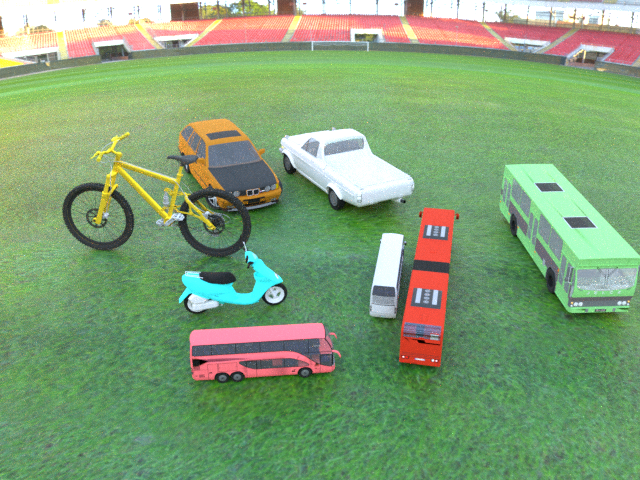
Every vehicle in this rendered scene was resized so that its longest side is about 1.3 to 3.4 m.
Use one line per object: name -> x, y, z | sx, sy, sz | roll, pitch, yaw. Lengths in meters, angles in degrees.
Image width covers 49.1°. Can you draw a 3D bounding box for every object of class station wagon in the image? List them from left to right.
station wagon -> -1.713, -1.474, 12.793 | 1.327, 0.920, 3.105 | -11, 29, -21

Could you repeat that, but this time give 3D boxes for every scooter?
scooter -> -1.113, 0.496, 8.956 | 1.399, 0.919, 0.662 | -6, 28, -11

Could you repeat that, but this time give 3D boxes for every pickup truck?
pickup truck -> 0.387, -1.399, 12.567 | 1.244, 0.993, 3.117 | -13, 30, -24

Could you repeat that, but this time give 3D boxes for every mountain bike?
mountain bike -> -2.415, -0.565, 10.181 | 2.857, 1.688, 1.114 | 3, 27, 6

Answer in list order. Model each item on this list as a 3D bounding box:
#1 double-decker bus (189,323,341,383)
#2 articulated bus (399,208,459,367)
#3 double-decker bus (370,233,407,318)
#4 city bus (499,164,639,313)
double-decker bus -> -0.616, 1.260, 7.881 | 1.672, 0.541, 0.389 | -3, 27, -5
articulated bus -> 1.488, 0.482, 9.375 | 0.605, 0.561, 3.401 | 5, 28, 11
double-decker bus -> 0.931, 0.432, 9.493 | 0.389, 0.541, 1.672 | 4, 27, 9
city bus -> 3.469, -0.111, 10.166 | 0.926, 0.894, 3.255 | -1, 27, -2
